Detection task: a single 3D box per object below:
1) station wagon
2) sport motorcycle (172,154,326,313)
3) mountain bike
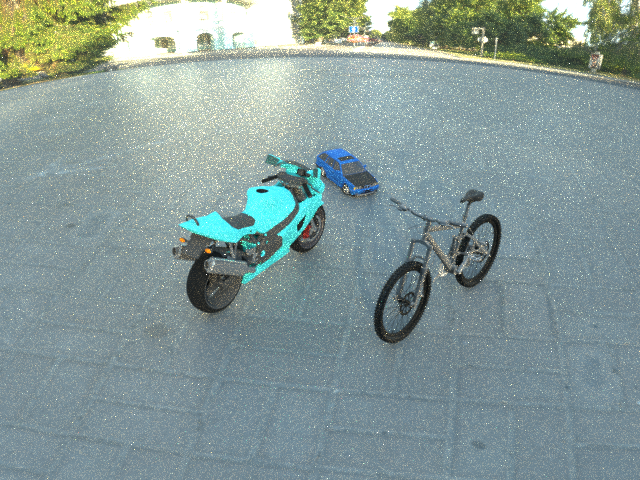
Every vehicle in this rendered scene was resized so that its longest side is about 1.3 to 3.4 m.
[{"bbox_3d":[0.506,-1.320,13.245,0.682,0.473,1.597,-14,32,-23],"label":"station wagon"},{"bbox_3d":[-0.833,-0.138,9.914,0.983,1.596,2.955,19,34,31],"label":"sport motorcycle"},{"bbox_3d":[1.640,0.202,9.198,1.114,1.688,2.857,24,37,36],"label":"mountain bike"}]
